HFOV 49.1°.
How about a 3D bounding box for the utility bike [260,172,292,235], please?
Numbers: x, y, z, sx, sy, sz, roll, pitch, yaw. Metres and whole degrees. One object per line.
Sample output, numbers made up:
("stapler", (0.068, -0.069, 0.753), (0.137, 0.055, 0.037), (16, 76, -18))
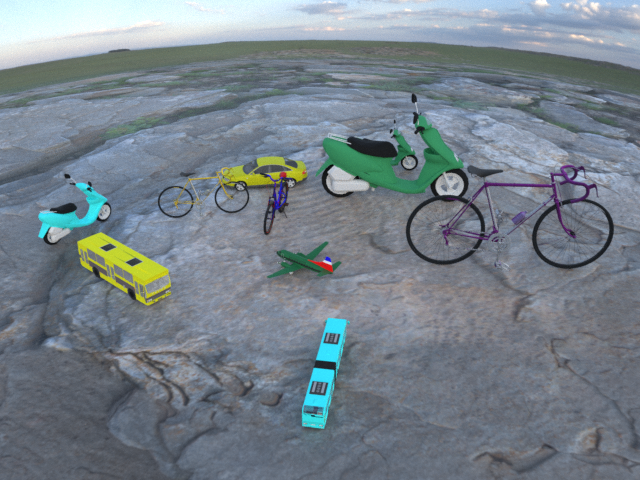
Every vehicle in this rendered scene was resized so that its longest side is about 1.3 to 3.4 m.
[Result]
("utility bike", (-0.672, -0.725, 11.642), (0.535, 0.946, 1.435), (6, 29, 11))

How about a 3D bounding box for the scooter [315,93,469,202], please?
("scooter", (1.279, -1.528, 12.241), (2.721, 1.786, 1.288), (3, 29, 5))

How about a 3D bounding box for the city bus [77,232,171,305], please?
("city bus", (-2.825, 0.412, 10.053), (1.674, 0.460, 0.476), (23, 36, 36))

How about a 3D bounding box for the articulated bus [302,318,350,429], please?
("articulated bus", (0.076, 1.507, 8.209), (0.311, 0.289, 1.749), (5, 29, 9))

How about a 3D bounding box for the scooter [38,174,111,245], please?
("scooter", (-3.967, -0.527, 11.304), (0.662, 0.919, 1.399), (18, 33, 30))

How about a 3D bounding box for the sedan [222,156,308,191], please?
("sedan", (-1.041, -1.281, 13.153), (1.613, 0.483, 0.635), (-4, 29, -8))

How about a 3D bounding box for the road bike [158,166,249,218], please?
("road bike", (-1.977, -0.799, 11.877), (1.545, 0.852, 0.358), (-5, 29, -10))

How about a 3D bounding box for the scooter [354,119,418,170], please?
("scooter", (1.243, -1.838, 13.726), (1.399, 0.919, 0.662), (6, 29, 11))

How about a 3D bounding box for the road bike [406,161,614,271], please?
("road bike", (2.771, -0.328, 10.163), (3.004, 1.656, 0.697), (2, 28, 3))

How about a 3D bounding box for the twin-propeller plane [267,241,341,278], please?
("twin-propeller plane", (-0.237, 0.284, 10.343), (1.095, 0.407, 1.370), (21, 35, 34))
